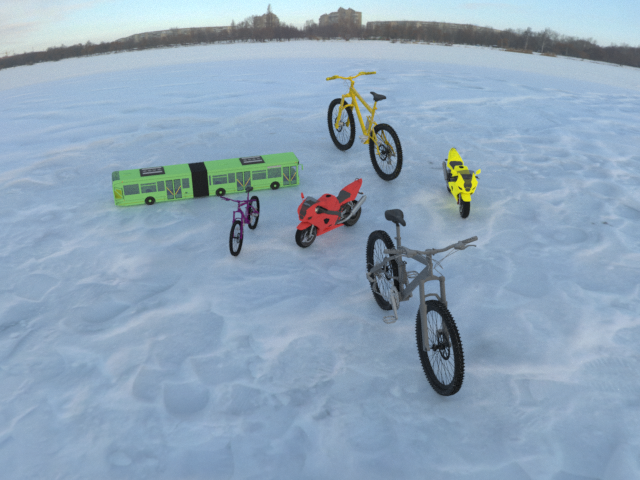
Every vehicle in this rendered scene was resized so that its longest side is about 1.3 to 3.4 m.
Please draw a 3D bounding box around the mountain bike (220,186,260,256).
[{"bbox_3d":[-1.193,-0.377,11.082,0.573,0.868,1.469,6,29,11],"label":"mountain bike"}]

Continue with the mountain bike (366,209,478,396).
[{"bbox_3d":[1.087,0.547,8.512,1.114,1.688,2.857,-8,29,-14],"label":"mountain bike"}]

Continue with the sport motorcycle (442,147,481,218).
[{"bbox_3d":[2.448,-1.014,12.309,0.506,0.821,1.520,-1,28,-1],"label":"sport motorcycle"}]

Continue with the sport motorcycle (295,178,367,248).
[{"bbox_3d":[0.157,-0.441,11.250,0.506,0.821,1.520,25,37,38],"label":"sport motorcycle"}]

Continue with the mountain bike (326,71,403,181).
[{"bbox_3d":[0.842,-2.301,13.778,1.114,1.688,2.857,-13,31,-23],"label":"mountain bike"}]

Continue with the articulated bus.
[{"bbox_3d":[-2.025,-1.121,12.780,3.401,0.561,0.605,-8,29,-15],"label":"articulated bus"}]
